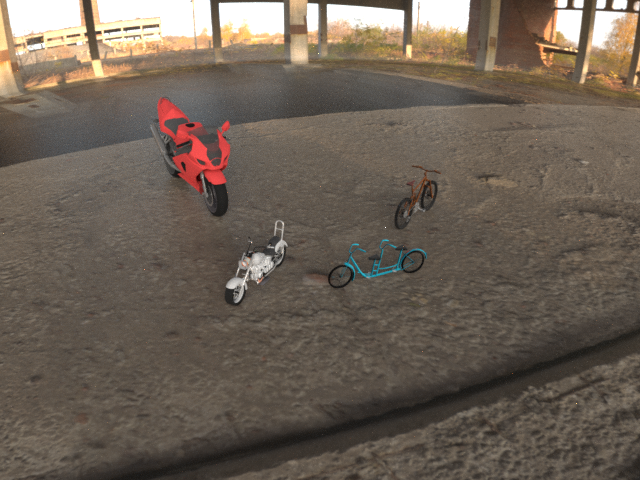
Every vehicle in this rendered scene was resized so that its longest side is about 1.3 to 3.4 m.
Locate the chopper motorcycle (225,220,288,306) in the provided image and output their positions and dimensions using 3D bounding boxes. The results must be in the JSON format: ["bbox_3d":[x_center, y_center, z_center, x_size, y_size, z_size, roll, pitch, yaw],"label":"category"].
[{"bbox_3d":[-0.940,0.327,10.403,0.466,0.761,1.563,14,32,24],"label":"chopper motorcycle"}]

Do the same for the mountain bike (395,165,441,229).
[{"bbox_3d":[1.715,-0.766,12.295,0.573,0.868,1.469,19,34,31],"label":"mountain bike"}]

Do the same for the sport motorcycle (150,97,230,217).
[{"bbox_3d":[-2.393,-1.597,13.060,0.983,1.596,2.955,-15,32,-26],"label":"sport motorcycle"}]

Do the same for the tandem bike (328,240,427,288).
[{"bbox_3d":[0.884,0.316,10.507,1.642,0.682,0.283,-11,30,-19],"label":"tandem bike"}]
